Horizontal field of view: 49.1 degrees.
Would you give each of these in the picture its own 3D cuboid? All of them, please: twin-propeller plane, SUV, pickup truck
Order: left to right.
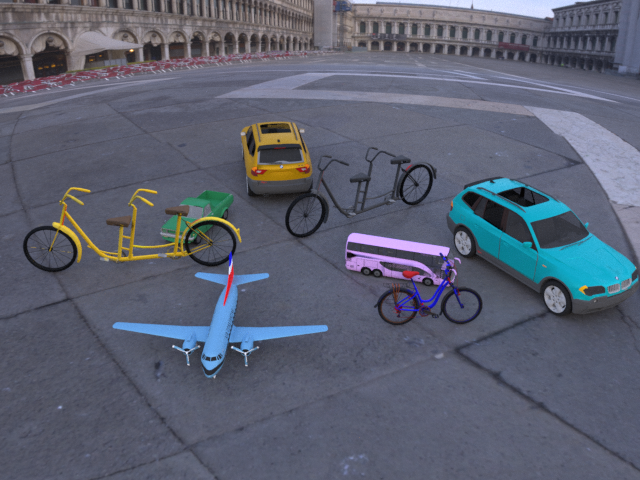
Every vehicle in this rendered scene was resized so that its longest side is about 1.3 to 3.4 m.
[{"bbox_3d":[-2.041,-0.452,11.768,0.640,0.511,1.603,9,29,17],"label":"pickup truck"},{"bbox_3d":[-1.228,0.933,8.794,2.663,0.792,2.129,1,27,1],"label":"twin-propeller plane"},{"bbox_3d":[-0.884,-1.779,13.656,1.276,1.128,3.058,-4,28,-7],"label":"SUV"},{"bbox_3d":[3.173,-0.022,10.268,1.276,1.128,3.058,-15,31,-26],"label":"SUV"}]

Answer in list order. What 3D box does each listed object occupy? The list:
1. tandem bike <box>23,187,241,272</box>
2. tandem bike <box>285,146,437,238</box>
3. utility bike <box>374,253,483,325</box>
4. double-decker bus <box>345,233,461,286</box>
[{"bbox_3d":[-2.773,-0.144,10.290,3.192,1.326,0.550,-2,27,-4],"label":"tandem bike"},{"bbox_3d":[0.778,-0.940,11.824,3.192,1.326,0.550,-17,32,-29],"label":"tandem bike"},{"bbox_3d":[1.417,0.666,9.140,1.435,0.946,0.535,-1,27,-1],"label":"utility bike"},{"bbox_3d":[1.202,0.295,10.296,1.672,0.541,0.389,9,29,17],"label":"double-decker bus"}]
